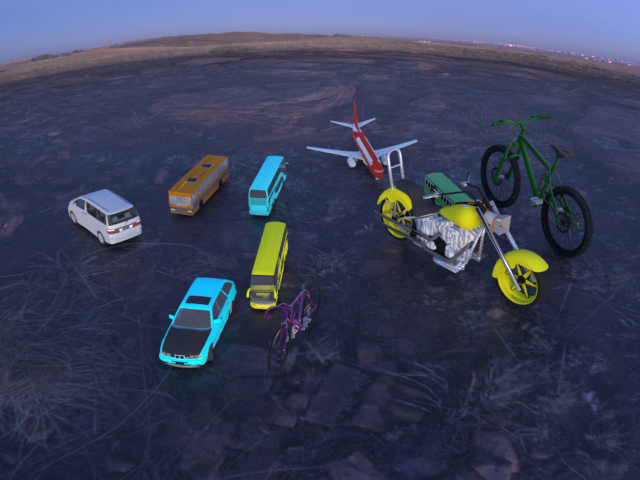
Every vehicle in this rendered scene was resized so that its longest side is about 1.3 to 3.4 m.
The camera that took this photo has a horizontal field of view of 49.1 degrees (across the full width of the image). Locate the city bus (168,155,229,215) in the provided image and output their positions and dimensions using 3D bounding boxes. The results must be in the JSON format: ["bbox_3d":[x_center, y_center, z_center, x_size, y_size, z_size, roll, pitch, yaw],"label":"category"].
[{"bbox_3d":[-2.107,-0.974,12.334,0.476,0.460,1.674,7,30,13],"label":"city bus"}]

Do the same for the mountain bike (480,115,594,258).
[{"bbox_3d":[3.363,-0.936,11.010,1.114,1.688,2.857,-10,31,-17],"label":"mountain bike"}]

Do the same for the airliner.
[{"bbox_3d":[0.901,-1.949,13.695,2.257,0.835,2.541,-5,30,-8],"label":"airliner"}]

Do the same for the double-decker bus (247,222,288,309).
[{"bbox_3d":[-0.710,0.351,9.882,0.389,0.541,1.672,2,29,3],"label":"double-decker bus"}]

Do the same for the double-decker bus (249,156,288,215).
[{"bbox_3d":[-0.899,-0.990,12.280,0.389,0.541,1.672,4,29,7],"label":"double-decker bus"}]

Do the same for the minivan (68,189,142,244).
[{"bbox_3d":[-3.498,-0.455,11.248,0.681,0.616,1.548,-24,37,-36],"label":"minivan"}]

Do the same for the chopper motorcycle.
[{"bbox_3d":[1.966,-0.220,9.942,0.906,1.480,3.040,-22,36,-34],"label":"chopper motorcycle"}]

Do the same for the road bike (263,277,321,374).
[{"bbox_3d":[-0.288,0.949,8.494,0.358,0.852,1.545,11,31,19],"label":"road bike"}]

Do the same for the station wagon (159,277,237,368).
[{"bbox_3d":[-1.527,0.971,8.843,0.682,0.473,1.597,4,29,7],"label":"station wagon"}]

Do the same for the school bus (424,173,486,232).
[{"bbox_3d":[2.244,-0.600,11.693,0.365,0.434,1.708,-8,30,-14],"label":"school bus"}]
